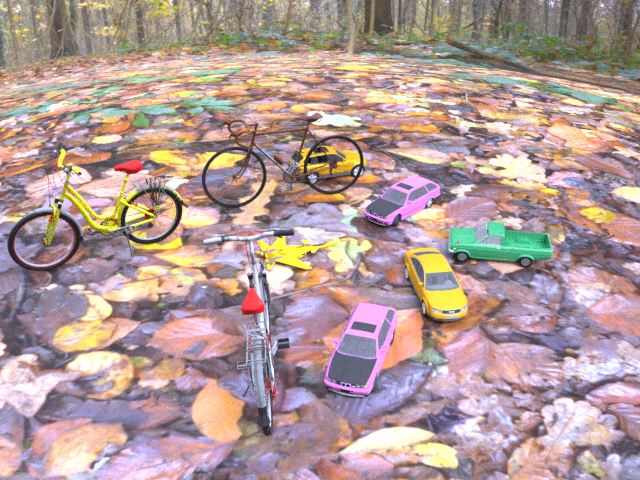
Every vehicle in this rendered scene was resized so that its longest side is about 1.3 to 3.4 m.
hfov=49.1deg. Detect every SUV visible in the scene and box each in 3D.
[{"bbox_3d":[0.166,-1.534,13.720,1.572,0.580,0.656,-10,31,-18],"label":"SUV"}]

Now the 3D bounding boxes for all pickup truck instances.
[{"bbox_3d":[2.805,0.031,10.948,1.603,0.511,0.640,5,29,8],"label":"pickup truck"}]

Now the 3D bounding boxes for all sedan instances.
[{"bbox_3d":[1.647,0.568,10.001,0.635,0.483,1.613,-4,29,-7],"label":"sedan"}]

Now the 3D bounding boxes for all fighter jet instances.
[{"bbox_3d":[-0.294,0.099,11.057,1.358,0.286,1.147,-12,31,-21],"label":"fighter jet"}]

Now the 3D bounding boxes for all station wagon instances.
[{"bbox_3d":[1.461,-0.728,12.367,0.682,0.473,1.597,25,37,37],"label":"station wagon"},{"bbox_3d":[0.528,1.289,8.700,0.682,0.473,1.597,9,30,15],"label":"station wagon"}]

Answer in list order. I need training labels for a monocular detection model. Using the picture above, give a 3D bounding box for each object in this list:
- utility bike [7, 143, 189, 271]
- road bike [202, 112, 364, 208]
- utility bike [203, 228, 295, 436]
[{"bbox_3d":[-3.289,-0.505,10.544,2.791,1.839,1.039,-16,33,-27],"label":"utility bike"},{"bbox_3d":[-0.624,-1.450,12.452,3.004,1.656,0.697,-9,30,-16],"label":"road bike"},{"bbox_3d":[-0.776,0.871,8.043,1.039,1.839,2.791,-2,29,-4],"label":"utility bike"}]
